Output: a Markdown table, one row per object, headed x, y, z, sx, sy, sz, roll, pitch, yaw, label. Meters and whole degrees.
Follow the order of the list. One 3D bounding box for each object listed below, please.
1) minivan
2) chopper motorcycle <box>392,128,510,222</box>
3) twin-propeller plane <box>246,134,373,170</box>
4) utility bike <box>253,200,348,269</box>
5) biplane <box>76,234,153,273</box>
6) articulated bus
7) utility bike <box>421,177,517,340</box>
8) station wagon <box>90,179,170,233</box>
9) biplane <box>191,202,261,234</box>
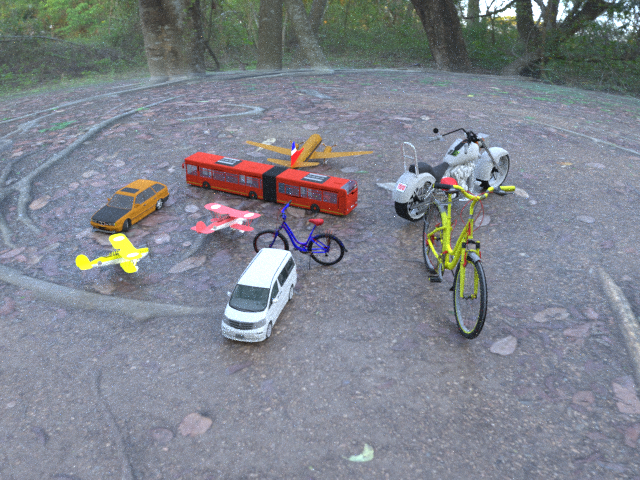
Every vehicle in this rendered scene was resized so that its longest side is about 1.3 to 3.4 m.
| x | y | z | sx | sy | sz | roll | pitch | yaw | label |
| --- | --- | --- | --- | --- | --- | --- | --- | --- | --- |
| -0.778 | 0.699 | 9.142 | 0.681 | 0.616 | 1.548 | 7 | 28 | 13 | minivan |
| 2.372 | -1.283 | 12.119 | 3.040 | 1.480 | 0.906 | -23 | 35 | -38 | chopper motorcycle |
| -0.285 | -1.860 | 14.032 | 2.663 | 0.792 | 2.129 | 6 | 27 | 13 | twin-propeller plane |
| -0.305 | -0.038 | 10.240 | 1.435 | 0.946 | 0.535 | 4 | 27 | 8 | utility bike |
| -2.973 | 0.254 | 10.150 | 1.090 | 0.504 | 1.336 | -13 | 30 | -25 | biplane |
| -0.959 | -1.043 | 12.664 | 3.401 | 0.561 | 0.605 | 13 | 29 | 24 | articulated bus |
| 1.852 | -0.042 | 9.254 | 1.039 | 1.839 | 2.791 | -3 | 27 | -6 | utility bike |
| -3.233 | -0.621 | 11.923 | 0.682 | 0.473 | 1.597 | 10 | 28 | 19 | station wagon |
| -1.542 | -0.293 | 11.237 | 1.090 | 0.504 | 1.336 | -24 | 35 | -39 | biplane |
